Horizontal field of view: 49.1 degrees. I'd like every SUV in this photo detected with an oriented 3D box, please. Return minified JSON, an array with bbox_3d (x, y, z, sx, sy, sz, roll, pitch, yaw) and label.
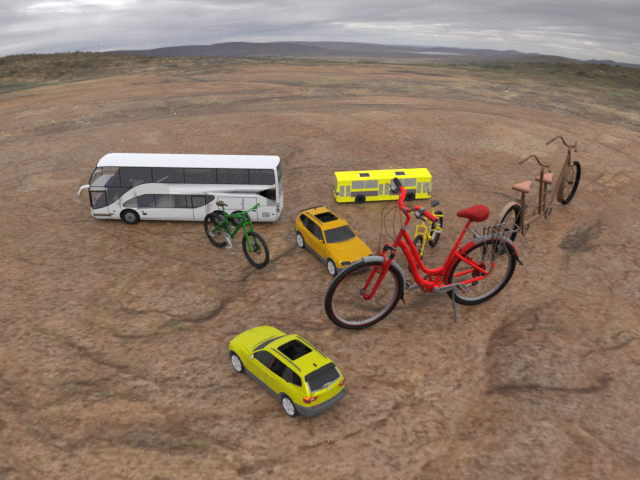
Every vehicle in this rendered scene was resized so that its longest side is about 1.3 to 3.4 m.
[{"bbox_3d":[-0.391,1.349,7.744,0.656,0.580,1.572,-21,34,-35],"label":"SUV"},{"bbox_3d":[0.182,-0.022,10.389,0.656,0.580,1.572,-14,31,-25],"label":"SUV"}]

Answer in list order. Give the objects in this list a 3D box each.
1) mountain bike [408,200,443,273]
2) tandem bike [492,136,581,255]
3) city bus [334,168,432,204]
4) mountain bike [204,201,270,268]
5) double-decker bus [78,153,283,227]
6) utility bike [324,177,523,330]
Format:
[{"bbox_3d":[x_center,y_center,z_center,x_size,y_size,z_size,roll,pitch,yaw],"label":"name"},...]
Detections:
[{"bbox_3d":[1.570,-0.120,10.266,0.573,0.868,1.469,13,30,23],"label":"mountain bike"},{"bbox_3d":[3.507,-0.792,11.065,0.550,1.326,3.192,21,34,35],"label":"tandem bike"},{"bbox_3d":[1.092,-0.944,12.299,1.674,0.460,0.476,-3,28,-6],"label":"city bus"},{"bbox_3d":[-1.257,-0.139,10.302,1.469,0.868,0.573,24,36,38],"label":"mountain bike"},{"bbox_3d":[-2.234,-0.844,11.463,3.251,1.052,0.756,1,27,2],"label":"double-decker bus"},{"bbox_3d":[1.398,0.227,8.540,2.791,1.839,1.039,-10,29,-18],"label":"utility bike"}]
